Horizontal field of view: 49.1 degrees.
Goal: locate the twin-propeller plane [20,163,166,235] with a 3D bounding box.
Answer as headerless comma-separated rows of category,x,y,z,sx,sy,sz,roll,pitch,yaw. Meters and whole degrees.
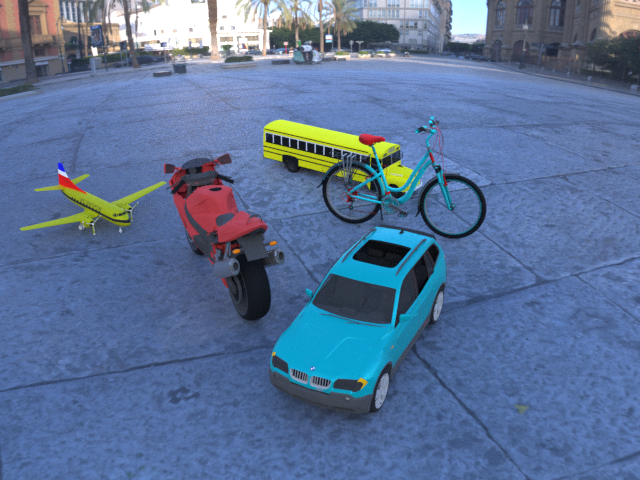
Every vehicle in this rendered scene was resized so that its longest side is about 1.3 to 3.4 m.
twin-propeller plane,-3.771,-0.696,11.561,2.129,0.792,2.663,22,34,37

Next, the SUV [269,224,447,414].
SUV,0.559,0.775,8.185,1.276,1.128,3.058,12,29,24

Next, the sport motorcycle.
sport motorcycle,-1.355,-0.118,9.472,0.983,1.596,2.955,-13,29,-24

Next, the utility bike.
utility bike,1.282,-1.046,11.086,2.791,1.839,1.039,10,28,19

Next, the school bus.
school bus,0.390,-1.576,13.292,3.322,0.844,0.709,18,31,32
